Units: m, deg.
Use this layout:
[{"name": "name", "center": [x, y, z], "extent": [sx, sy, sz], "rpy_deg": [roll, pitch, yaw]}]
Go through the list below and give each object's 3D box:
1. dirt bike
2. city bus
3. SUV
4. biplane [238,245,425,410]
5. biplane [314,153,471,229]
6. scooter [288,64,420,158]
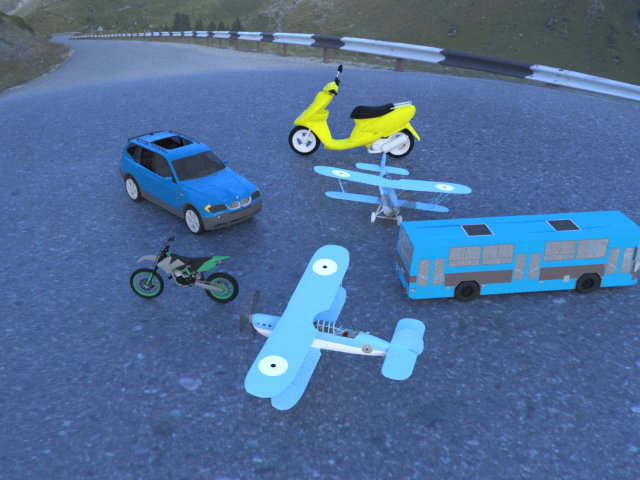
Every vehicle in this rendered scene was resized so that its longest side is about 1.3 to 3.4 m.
[{"name": "dirt bike", "center": [-1.831, 0.445, 9.334], "extent": [1.493, 0.857, 0.527], "rpy_deg": [2, 27, 5]}, {"name": "city bus", "center": [2.743, 0.229, 9.727], "extent": [3.255, 0.894, 0.926], "rpy_deg": [-3, 27, -6]}, {"name": "SUV", "center": [-2.306, -1.093, 12.110], "extent": [1.276, 1.128, 3.058], "rpy_deg": [-23, 35, -38]}, {"name": "biplane", "center": [0.104, 1.100, 7.886], "extent": [2.120, 0.981, 2.598], "rpy_deg": [8, 28, 16]}, {"name": "biplane", "center": [1.188, -0.879, 11.847], "extent": [2.598, 0.981, 2.120], "rpy_deg": [-1, 27, -2]}, {"name": "scooter", "center": [0.696, -2.552, 14.295], "extent": [2.721, 1.786, 1.288], "rpy_deg": [2, 27, 4]}]
